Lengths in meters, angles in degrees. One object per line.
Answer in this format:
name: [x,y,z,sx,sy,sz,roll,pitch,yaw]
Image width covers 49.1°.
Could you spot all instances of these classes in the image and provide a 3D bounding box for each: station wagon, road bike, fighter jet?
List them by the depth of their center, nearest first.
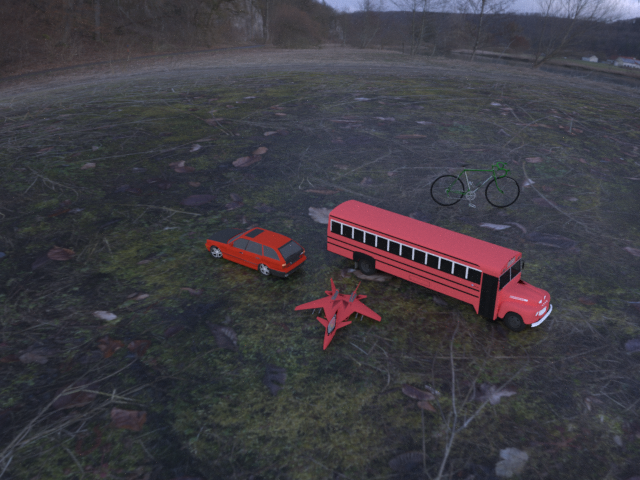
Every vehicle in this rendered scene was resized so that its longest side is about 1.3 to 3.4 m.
fighter jet: [0.206,0.952,9.062,1.147,0.286,1.358,6,28,12]
station wagon: [-0.996,0.092,10.531,1.597,0.473,0.682,17,32,30]
road bike: [2.706,-0.965,12.175,1.545,0.852,0.358,2,27,4]

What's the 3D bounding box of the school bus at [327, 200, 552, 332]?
school bus: [1.592,0.288,9.745,3.322,0.844,0.709,20,33,34]
